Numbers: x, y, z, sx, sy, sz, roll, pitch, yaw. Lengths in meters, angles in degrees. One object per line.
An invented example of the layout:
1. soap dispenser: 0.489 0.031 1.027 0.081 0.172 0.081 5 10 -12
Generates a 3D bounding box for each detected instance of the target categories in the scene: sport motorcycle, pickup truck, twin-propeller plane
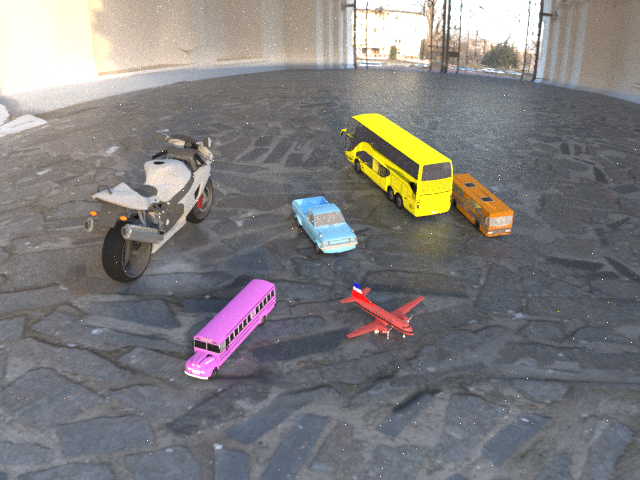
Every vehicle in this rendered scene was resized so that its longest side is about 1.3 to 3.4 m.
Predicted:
1. sport motorcycle: -2.363 -0.574 10.421 0.983 1.596 2.955 9 28 17
2. pickup truck: 0.047 -0.306 11.090 0.640 0.511 1.603 -9 28 -17
3. twin-propeller plane: 0.779 0.895 8.846 1.370 0.407 1.095 -22 34 -36

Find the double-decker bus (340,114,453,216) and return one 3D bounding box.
1. double-decker bus: 1.326 -1.460 12.759 0.756 1.052 3.251 -10 29 -18

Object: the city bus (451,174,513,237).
1. city bus: 2.623 -0.588 11.700 0.476 0.460 1.674 -7 28 -13

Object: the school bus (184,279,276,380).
1. school bus: -1.066 1.061 8.492 0.365 0.434 1.708 11 29 21
